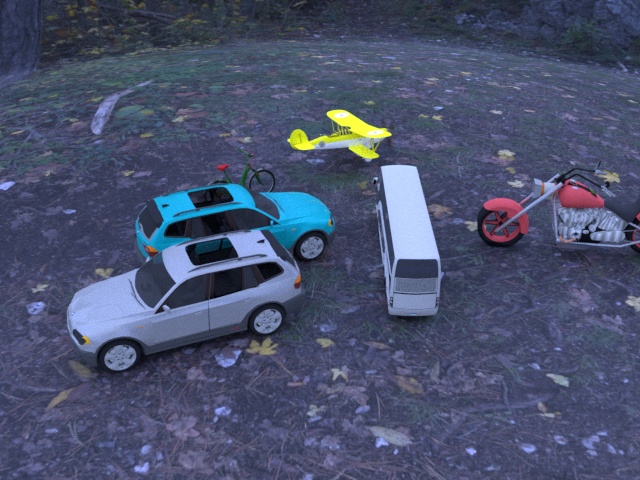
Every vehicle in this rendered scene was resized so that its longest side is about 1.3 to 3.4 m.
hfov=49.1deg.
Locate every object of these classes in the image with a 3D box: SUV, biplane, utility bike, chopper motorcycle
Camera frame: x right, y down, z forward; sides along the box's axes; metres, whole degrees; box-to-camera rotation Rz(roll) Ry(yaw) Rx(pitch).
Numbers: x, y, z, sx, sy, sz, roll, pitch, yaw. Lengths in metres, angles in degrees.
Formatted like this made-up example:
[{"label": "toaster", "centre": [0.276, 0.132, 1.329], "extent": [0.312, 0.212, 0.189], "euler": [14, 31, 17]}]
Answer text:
[{"label": "SUV", "centre": [-1.268, -0.242, 10.630], "extent": [3.058, 1.128, 1.276], "euler": [-12, 33, -20]}, {"label": "SUV", "centre": [-1.721, 0.671, 9.090], "extent": [3.058, 1.128, 1.276], "euler": [-12, 33, -19]}, {"label": "biplane", "centre": [0.420, -1.990, 13.723], "extent": [2.120, 0.981, 2.598], "euler": [-10, 32, -17]}, {"label": "utility bike", "centre": [-1.451, -1.088, 12.236], "extent": [1.435, 0.946, 0.535], "euler": [-17, 35, -26]}, {"label": "chopper motorcycle", "centre": [3.991, -0.486, 10.697], "extent": [3.040, 1.480, 0.906], "euler": [5, 31, 8]}]

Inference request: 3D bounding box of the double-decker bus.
[{"label": "double-decker bus", "centre": [1.263, -0.134, 10.523], "extent": [0.756, 1.052, 3.251], "euler": [0, 31, 1]}]
